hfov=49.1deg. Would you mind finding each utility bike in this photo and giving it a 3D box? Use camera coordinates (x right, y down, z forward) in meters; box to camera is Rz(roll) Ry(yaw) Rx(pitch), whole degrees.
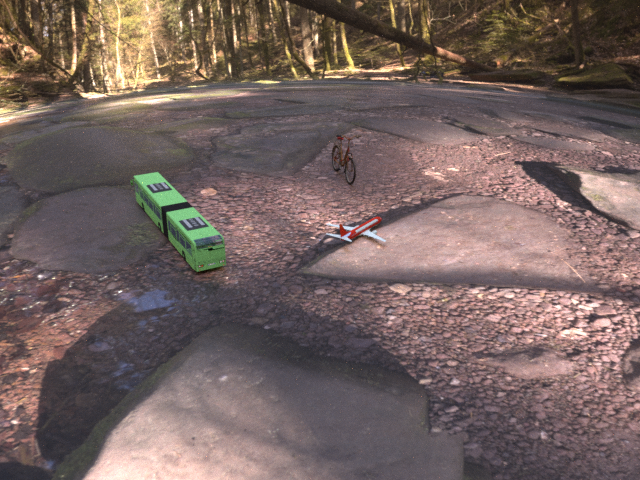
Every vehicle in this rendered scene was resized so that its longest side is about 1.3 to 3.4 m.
[{"bbox_3d":[0.521,-1.738,14.193,0.535,0.946,1.435,-8,26,-16],"label":"utility bike"}]

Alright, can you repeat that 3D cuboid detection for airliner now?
[{"bbox_3d":[0.677,-0.261,11.622,1.161,0.429,1.307,17,30,33],"label":"airliner"}]

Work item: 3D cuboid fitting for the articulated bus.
[{"bbox_3d":[-2.427,-0.387,11.738,0.605,0.561,3.401,-13,28,-26],"label":"articulated bus"}]
